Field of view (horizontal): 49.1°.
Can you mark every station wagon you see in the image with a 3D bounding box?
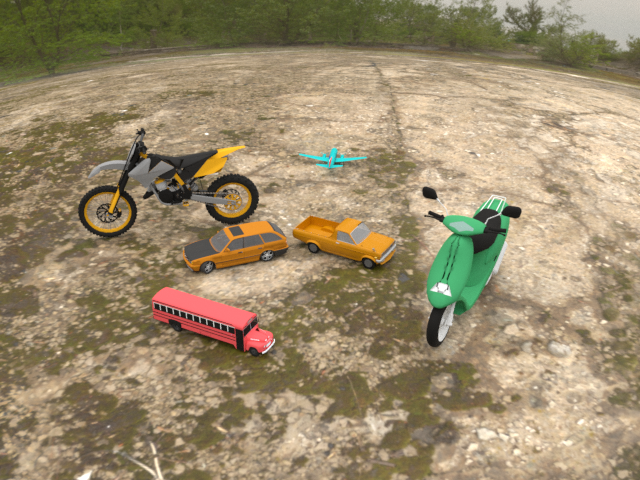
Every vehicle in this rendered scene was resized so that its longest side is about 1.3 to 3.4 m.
[{"bbox_3d":[-1.311,0.069,10.770,1.597,0.473,0.682,-12,31,-20],"label":"station wagon"}]

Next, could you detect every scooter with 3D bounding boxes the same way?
[{"bbox_3d":[2.023,0.106,9.366,1.288,1.786,2.721,16,33,25],"label":"scooter"}]

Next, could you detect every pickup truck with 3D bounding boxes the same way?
[{"bbox_3d":[0.374,-0.046,10.938,1.603,0.511,0.640,16,33,26],"label":"pickup truck"}]

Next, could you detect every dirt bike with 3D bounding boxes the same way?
[{"bbox_3d":[-2.430,-0.883,11.248,2.903,1.666,1.024,-7,30,-12],"label":"dirt bike"}]

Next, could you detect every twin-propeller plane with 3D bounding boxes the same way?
[{"bbox_3d":[0.243,-1.666,13.925,1.370,0.407,1.095,4,30,6],"label":"twin-propeller plane"}]

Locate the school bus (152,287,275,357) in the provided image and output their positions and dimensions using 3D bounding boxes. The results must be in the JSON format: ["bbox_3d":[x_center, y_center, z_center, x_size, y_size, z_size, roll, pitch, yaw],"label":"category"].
[{"bbox_3d":[-1.385,1.047,9.070,1.708,0.434,0.365,14,32,23],"label":"school bus"}]
